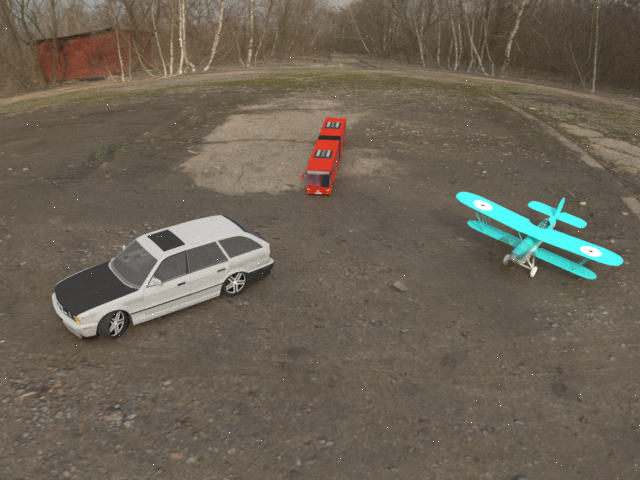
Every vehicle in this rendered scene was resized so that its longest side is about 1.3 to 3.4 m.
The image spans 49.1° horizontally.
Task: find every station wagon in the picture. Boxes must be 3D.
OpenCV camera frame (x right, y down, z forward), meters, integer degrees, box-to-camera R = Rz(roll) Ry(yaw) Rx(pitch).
[{"bbox_3d":[-2.219,0.414,9.995,3.105,0.920,1.327,-19,33,-31],"label":"station wagon"}]

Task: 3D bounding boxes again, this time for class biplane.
[{"bbox_3d":[3.420,-0.072,10.860,2.598,0.981,2.120,19,33,31],"label":"biplane"}]

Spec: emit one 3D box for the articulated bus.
[{"bbox_3d":[0.162,-1.840,14.690,0.605,0.561,3.401,3,28,6],"label":"articulated bus"}]
